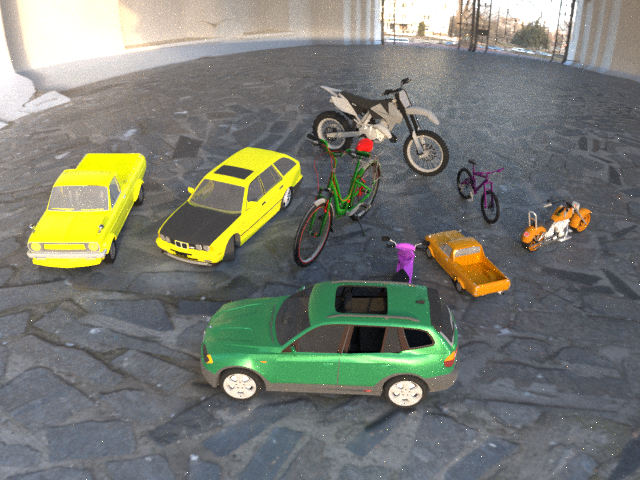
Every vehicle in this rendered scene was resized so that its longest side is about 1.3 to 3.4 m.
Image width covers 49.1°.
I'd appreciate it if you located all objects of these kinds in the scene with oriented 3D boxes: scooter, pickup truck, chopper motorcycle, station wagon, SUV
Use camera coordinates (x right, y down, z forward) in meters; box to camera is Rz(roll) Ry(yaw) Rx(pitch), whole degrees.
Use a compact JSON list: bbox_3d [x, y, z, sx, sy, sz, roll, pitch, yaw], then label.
[{"bbox_3d":[1.127,0.455,9.574,0.662,0.919,1.399,6,32,11],"label":"scooter"},{"bbox_3d":[2.121,0.287,10.251,0.640,0.511,1.603,-10,32,-16],"label":"pickup truck"},{"bbox_3d":[3.750,-0.301,10.988,1.563,0.761,0.466,-20,36,-29],"label":"chopper motorcycle"},{"bbox_3d":[-1.421,-0.683,11.470,1.327,0.920,3.105,13,33,21],"label":"station wagon"},{"bbox_3d":[0.114,1.118,8.264,3.058,1.128,1.276,2,31,3],"label":"SUV"},{"bbox_3d":[-3.697,-0.666,11.372,1.244,0.993,3.117,0,31,0],"label":"pickup truck"}]

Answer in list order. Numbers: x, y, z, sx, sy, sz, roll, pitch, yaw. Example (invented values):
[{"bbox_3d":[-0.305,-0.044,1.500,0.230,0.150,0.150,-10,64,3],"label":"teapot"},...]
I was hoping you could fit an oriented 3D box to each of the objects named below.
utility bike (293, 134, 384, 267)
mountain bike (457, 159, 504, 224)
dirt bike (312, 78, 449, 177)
[{"bbox_3d":[0.436,-0.783,10.744,1.039,1.839,2.791,17,35,26],"label":"utility bike"},{"bbox_3d":[2.682,-0.900,11.884,0.573,0.868,1.469,-9,32,-14],"label":"mountain bike"},{"bbox_3d":[1.115,-2.190,13.260,2.903,1.666,1.024,17,35,26],"label":"dirt bike"}]
